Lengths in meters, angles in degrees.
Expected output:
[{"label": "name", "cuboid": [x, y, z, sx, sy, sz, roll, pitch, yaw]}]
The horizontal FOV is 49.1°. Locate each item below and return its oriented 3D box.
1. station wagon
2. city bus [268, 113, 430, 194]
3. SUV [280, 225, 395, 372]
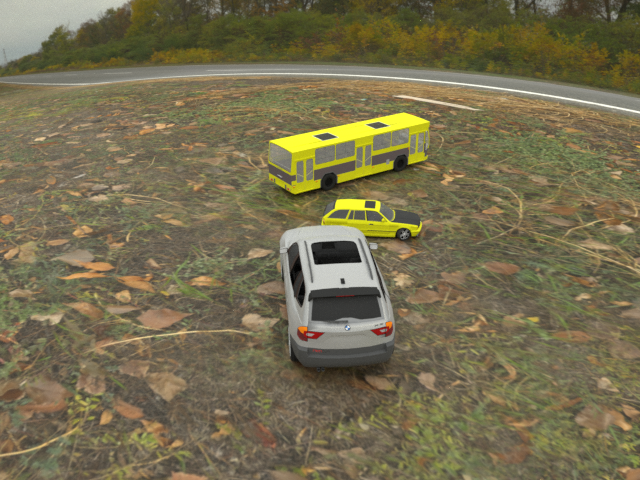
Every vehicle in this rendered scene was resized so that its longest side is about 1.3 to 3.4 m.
[{"label": "station wagon", "cuboid": [0.832, -0.357, 11.215, 1.597, 0.473, 0.682, 3, 27, 6]}, {"label": "city bus", "cuboid": [0.614, -1.656, 13.356, 3.255, 0.894, 0.926, -17, 31, -31]}, {"label": "SUV", "cuboid": [0.150, 0.462, 8.831, 1.276, 1.128, 3.058, -3, 27, -5]}]
